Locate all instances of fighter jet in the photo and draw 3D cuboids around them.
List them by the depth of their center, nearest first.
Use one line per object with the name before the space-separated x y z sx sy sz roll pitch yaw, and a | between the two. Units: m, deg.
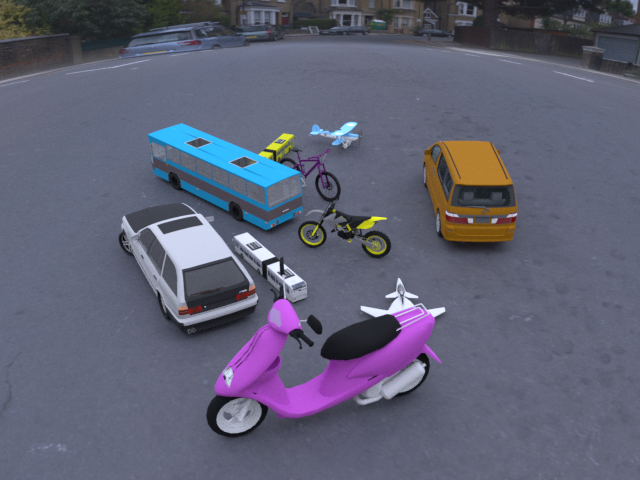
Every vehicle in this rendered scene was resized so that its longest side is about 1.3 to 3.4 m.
fighter jet | 1.135 0.824 9.622 1.147 0.286 1.358 1 30 1

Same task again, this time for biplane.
biplane | 0.353 -2.194 14.543 1.090 0.504 1.336 9 32 16

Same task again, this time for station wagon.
station wagon | -2.007 0.138 10.164 1.327 0.920 3.105 -15 34 -24

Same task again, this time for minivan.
minivan | 2.483 -1.043 11.900 1.324 1.197 3.011 0 30 1

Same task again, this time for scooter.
scooter | 0.082 1.187 7.524 2.721 1.786 1.288 -10 32 -16

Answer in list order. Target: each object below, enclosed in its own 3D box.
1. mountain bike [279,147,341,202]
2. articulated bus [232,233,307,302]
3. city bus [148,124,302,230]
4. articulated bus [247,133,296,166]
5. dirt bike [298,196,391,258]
mountain bike | -0.213 -1.224 12.533 1.469 0.868 0.573 23 37 34
articulated bus | -0.765 0.378 10.378 0.311 0.289 1.749 -19 35 -29
city bus | -1.737 -1.144 12.370 3.255 0.894 0.926 26 39 36
articulated bus | -0.961 -1.684 13.888 0.311 0.289 1.749 11 32 19
dirt bike | 0.368 -0.174 10.757 1.493 0.857 0.527 9 32 14
